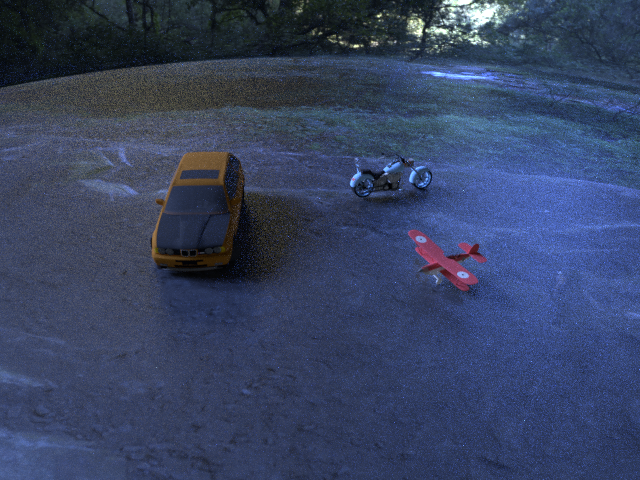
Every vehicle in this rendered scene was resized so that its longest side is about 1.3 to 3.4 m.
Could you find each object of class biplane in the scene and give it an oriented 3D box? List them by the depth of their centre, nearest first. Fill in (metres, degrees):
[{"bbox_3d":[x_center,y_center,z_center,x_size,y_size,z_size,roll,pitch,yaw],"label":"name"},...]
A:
[{"bbox_3d":[1.800,0.306,9.689,1.090,0.504,1.336,-16,32,-28],"label":"biplane"}]

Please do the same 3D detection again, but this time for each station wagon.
[{"bbox_3d":[-1.847,-0.581,10.916,1.327,0.920,3.105,-1,28,-2],"label":"station wagon"}]

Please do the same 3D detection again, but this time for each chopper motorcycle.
[{"bbox_3d":[1.260,-1.162,12.178,1.563,0.761,0.466,-11,30,-20],"label":"chopper motorcycle"}]
